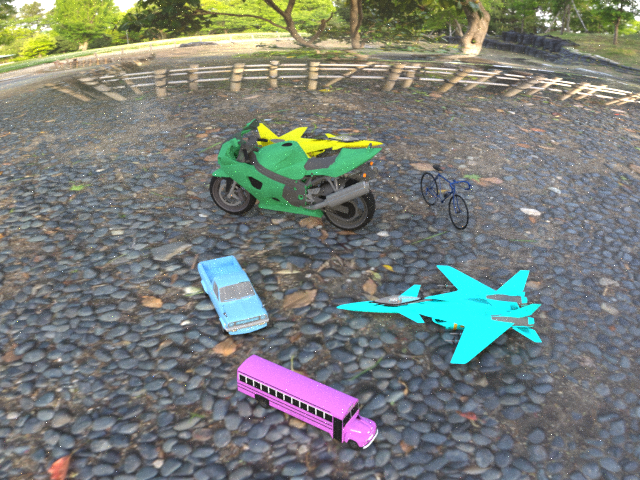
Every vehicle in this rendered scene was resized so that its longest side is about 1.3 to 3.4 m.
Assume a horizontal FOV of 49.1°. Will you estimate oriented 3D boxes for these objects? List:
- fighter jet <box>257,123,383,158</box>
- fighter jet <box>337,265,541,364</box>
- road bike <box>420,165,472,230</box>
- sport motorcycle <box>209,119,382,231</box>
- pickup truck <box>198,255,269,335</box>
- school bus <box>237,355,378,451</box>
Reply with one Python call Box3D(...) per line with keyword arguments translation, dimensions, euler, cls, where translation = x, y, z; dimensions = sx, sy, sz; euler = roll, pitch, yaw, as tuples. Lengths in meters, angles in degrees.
Box3D(translation=(0.011, -2.054, 14.337), dimensions=(2.640, 0.557, 2.229), euler=(-4, 30, -8), cls="fighter jet")
Box3D(translation=(1.544, 0.812, 9.381), dimensions=(2.640, 0.557, 2.229), euler=(2, 30, 3), cls="fighter jet")
Box3D(translation=(2.101, -0.787, 11.852), dimensions=(0.358, 0.852, 1.545), euler=(-12, 32, -19), cls="road bike")
Box3D(translation=(-0.467, -1.006, 11.487), dimensions=(2.955, 1.596, 0.983), euler=(8, 31, 14), cls="sport motorcycle")
Box3D(translation=(-1.223, 0.690, 9.639), dimensions=(0.640, 0.511, 1.603), euler=(-12, 32, -19), cls="pickup truck")
Box3D(translation=(-0.153, 1.795, 7.804), dimensions=(1.708, 0.434, 0.365), euler=(18, 34, 28), cls="school bus")
